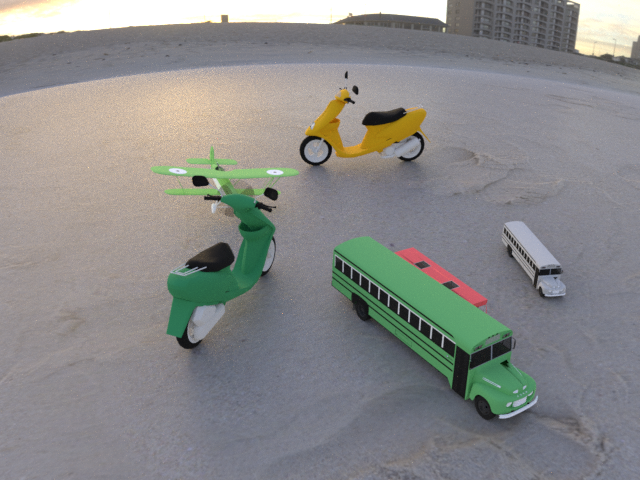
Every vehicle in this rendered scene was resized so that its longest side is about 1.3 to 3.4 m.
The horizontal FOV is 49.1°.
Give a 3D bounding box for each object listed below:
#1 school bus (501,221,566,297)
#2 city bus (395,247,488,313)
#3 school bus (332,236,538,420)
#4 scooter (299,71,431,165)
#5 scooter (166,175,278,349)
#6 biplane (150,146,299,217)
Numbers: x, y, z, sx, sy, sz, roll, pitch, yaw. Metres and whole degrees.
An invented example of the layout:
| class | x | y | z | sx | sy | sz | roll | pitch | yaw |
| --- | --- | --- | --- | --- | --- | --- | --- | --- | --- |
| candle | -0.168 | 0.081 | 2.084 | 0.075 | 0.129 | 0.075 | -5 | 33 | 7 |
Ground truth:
| class | x | y | z | sx | sy | sz | roll | pitch | yaw |
| --- | --- | --- | --- | --- | --- | --- | --- | --- | --- |
| school bus | 3.226 | 0.277 | 10.587 | 0.365 | 0.434 | 1.708 | -4 | 28 | -7 |
| city bus | 1.609 | 0.687 | 9.785 | 0.476 | 0.460 | 1.674 | -15 | 31 | -26 |
| school bus | 1.332 | 0.993 | 8.799 | 0.709 | 0.844 | 3.322 | -17 | 32 | -29 |
| scooter | 0.929 | -2.401 | 14.195 | 2.721 | 1.786 | 1.288 | -3 | 28 | -6 |
| scooter | -1.247 | 0.161 | 9.362 | 1.288 | 1.786 | 2.721 | 11 | 30 | 20 |
| biplane | -1.720 | -1.099 | 12.599 | 2.598 | 0.981 | 2.120 | -10 | 29 | -18 |
